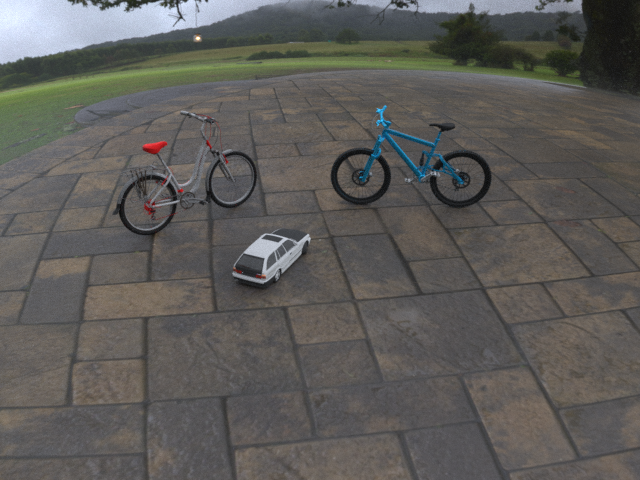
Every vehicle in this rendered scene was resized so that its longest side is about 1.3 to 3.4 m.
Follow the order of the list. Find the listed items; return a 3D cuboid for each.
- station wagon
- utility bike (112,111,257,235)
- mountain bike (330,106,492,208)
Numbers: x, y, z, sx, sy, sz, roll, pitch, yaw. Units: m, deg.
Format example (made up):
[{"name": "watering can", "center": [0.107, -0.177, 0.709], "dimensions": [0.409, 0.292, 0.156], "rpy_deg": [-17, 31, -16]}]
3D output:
[{"name": "station wagon", "center": [-0.708, 0.165, 10.751], "dimensions": [0.682, 0.473, 1.597], "rpy_deg": [13, 30, 22]}, {"name": "utility bike", "center": [-2.306, -1.200, 11.868], "dimensions": [2.791, 1.839, 1.039], "rpy_deg": [-21, 34, -34]}, {"name": "mountain bike", "center": [1.615, -1.378, 12.366], "dimensions": [2.857, 1.688, 1.114], "rpy_deg": [2, 28, 4]}]
